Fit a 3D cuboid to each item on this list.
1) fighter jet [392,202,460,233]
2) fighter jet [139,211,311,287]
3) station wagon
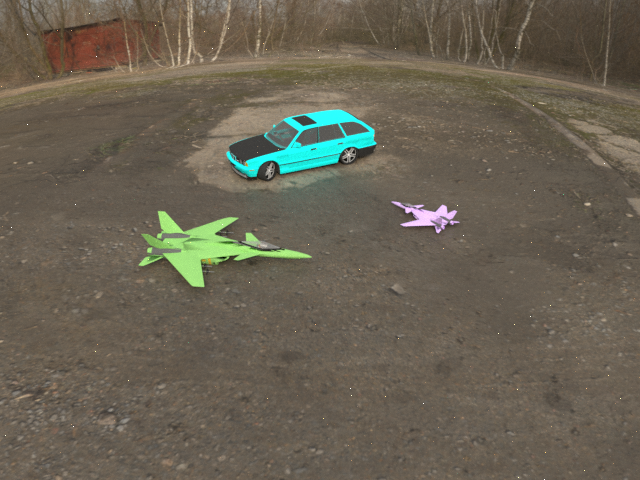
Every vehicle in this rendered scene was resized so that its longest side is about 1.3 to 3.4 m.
[{"bbox_3d":[1.771,-0.538,12.434,1.147,0.286,1.358,-24,37,-36],"label":"fighter jet"},{"bbox_3d":[-1.439,0.038,11.115,2.640,0.557,2.229,4,29,6],"label":"fighter jet"},{"bbox_3d":[-0.387,-2.035,14.479,3.105,0.920,1.327,-14,32,-24],"label":"station wagon"}]
